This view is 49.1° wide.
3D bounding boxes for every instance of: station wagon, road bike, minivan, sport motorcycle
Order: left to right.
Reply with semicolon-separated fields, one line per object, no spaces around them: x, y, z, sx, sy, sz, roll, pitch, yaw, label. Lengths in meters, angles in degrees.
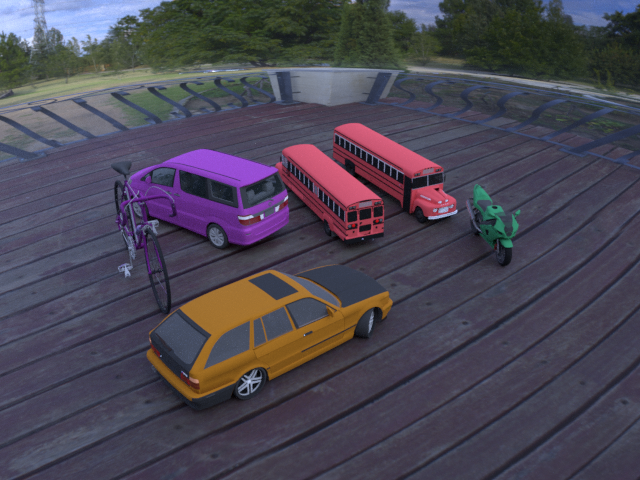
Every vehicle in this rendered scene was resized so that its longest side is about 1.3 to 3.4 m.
-2.562;-0.183;9.838;0.696;1.656;3.004;-13;30;-24;road bike
-1.961;-0.829;11.598;3.011;1.197;1.324;19;33;32;minivan
-0.501;0.917;8.500;3.105;0.920;1.327;-21;34;-35;station wagon
2.665;-0.243;10.868;0.506;0.821;1.520;-4;27;-8;sport motorcycle

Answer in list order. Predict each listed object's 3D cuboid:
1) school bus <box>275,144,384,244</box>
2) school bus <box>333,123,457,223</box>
0.044;-0.913;12.147;0.709;0.844;3.322;-11;29;-21;school bus
1.317;-1.294;12.889;0.709;0.844;3.322;-14;30;-25;school bus
